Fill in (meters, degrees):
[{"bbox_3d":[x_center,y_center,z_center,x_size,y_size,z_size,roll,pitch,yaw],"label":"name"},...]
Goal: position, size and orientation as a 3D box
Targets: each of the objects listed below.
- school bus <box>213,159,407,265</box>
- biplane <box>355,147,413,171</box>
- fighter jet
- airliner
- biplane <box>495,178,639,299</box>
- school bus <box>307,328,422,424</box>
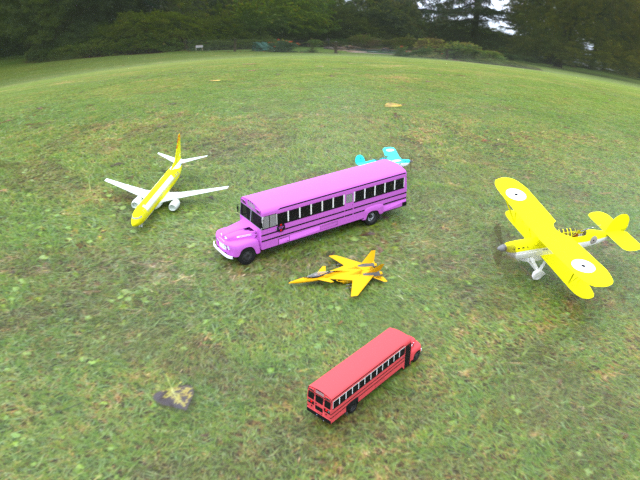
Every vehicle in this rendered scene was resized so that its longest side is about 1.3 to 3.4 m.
[{"bbox_3d":[-0.106,-0.494,11.026,3.322,0.844,0.709,-18,33,-30],"label":"school bus"},{"bbox_3d":[1.204,-1.466,13.187,1.090,0.504,1.336,-1,28,-2],"label":"biplane"},{"bbox_3d":[0.218,0.443,9.874,1.358,0.286,1.147,-7,29,-13],"label":"fighter jet"},{"bbox_3d":[-2.760,-1.030,12.031,2.257,0.835,2.541,4,29,8],"label":"airliner"},{"bbox_3d":[3.473,0.023,9.923,2.120,0.981,2.598,-8,29,-15],"label":"biplane"},{"bbox_3d":[0.552,1.446,7.857,0.365,0.434,1.708,23,36,36],"label":"school bus"}]
